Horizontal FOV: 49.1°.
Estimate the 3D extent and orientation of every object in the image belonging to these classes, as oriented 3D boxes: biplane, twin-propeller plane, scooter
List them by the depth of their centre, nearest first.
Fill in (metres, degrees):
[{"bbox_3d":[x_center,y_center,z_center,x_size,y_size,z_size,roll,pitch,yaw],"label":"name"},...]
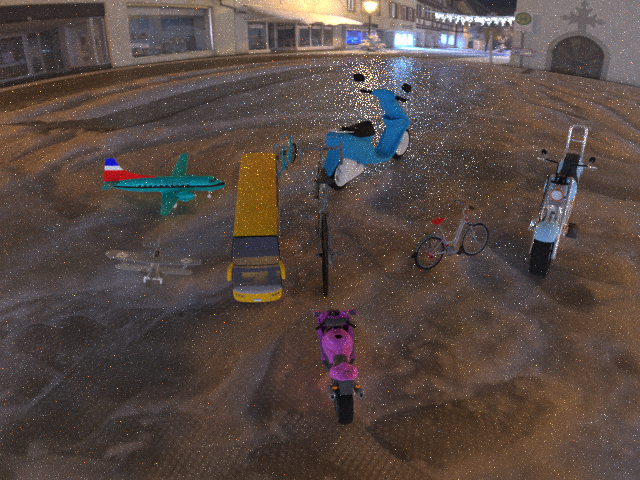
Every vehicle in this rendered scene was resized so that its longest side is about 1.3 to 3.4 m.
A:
[{"bbox_3d":[-2.351,0.294,10.107,1.336,0.504,1.090,-2,29,-4],"label":"biplane"},{"bbox_3d":[-2.738,-1.084,12.317,2.129,0.792,2.663,-1,29,-2],"label":"twin-propeller plane"},{"bbox_3d":[0.945,-2.067,13.075,1.288,1.786,2.721,21,35,34],"label":"scooter"}]

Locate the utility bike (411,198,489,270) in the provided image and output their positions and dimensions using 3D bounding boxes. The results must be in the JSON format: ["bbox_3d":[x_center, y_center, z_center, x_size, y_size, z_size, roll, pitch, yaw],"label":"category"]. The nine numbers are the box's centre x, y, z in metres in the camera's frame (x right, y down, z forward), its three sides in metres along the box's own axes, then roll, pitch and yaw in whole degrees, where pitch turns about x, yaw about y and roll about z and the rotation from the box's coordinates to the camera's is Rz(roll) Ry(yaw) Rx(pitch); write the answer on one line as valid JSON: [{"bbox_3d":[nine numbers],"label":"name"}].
[{"bbox_3d":[1.926,-0.105,10.374,1.435,0.946,0.535,-15,32,-25],"label":"utility bike"}]

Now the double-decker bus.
[{"bbox_3d":[-0.932,-0.257,10.541,0.756,1.052,3.251,-2,29,-3],"label":"double-decker bus"}]

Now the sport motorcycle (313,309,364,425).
[{"bbox_3d":[0.209,1.348,7.856,0.506,0.821,1.520,-3,29,-5],"label":"sport motorcycle"}]

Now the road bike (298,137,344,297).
[{"bbox_3d":[0.036,-0.456,10.275,0.696,1.656,3.004,-1,29,-2],"label":"road bike"}]

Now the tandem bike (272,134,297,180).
[{"bbox_3d":[-0.707,-1.557,13.294,0.283,0.682,1.642,8,30,14],"label":"tandem bike"}]

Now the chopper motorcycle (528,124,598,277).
[{"bbox_3d":[3.718,-0.680,10.866,0.906,1.480,3.040,13,31,22],"label":"chopper motorcycle"}]
